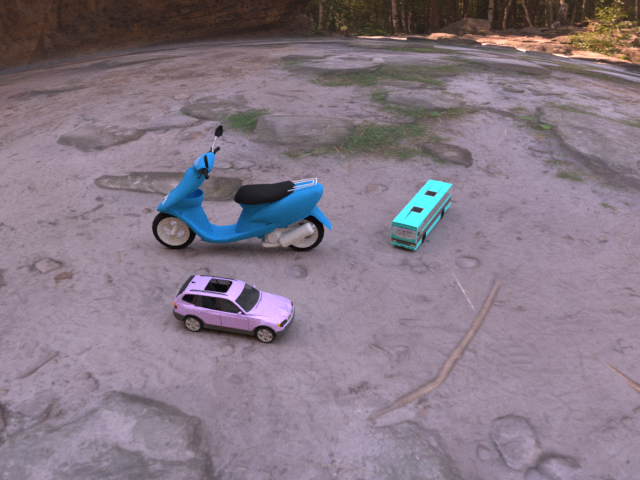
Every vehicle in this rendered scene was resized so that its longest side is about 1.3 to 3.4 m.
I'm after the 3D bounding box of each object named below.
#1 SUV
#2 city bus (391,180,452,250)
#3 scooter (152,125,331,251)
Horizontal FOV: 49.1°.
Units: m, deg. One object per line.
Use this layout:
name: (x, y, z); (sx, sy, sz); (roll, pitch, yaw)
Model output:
SUV: (-1.111, 0.840, 9.020); (1.572, 0.580, 0.656); (7, 31, 12)
city bus: (1.651, -0.413, 11.249); (0.476, 0.460, 1.674); (15, 34, 23)
scooter: (-1.189, -0.629, 10.313); (2.721, 1.786, 1.288); (1, 31, 2)
